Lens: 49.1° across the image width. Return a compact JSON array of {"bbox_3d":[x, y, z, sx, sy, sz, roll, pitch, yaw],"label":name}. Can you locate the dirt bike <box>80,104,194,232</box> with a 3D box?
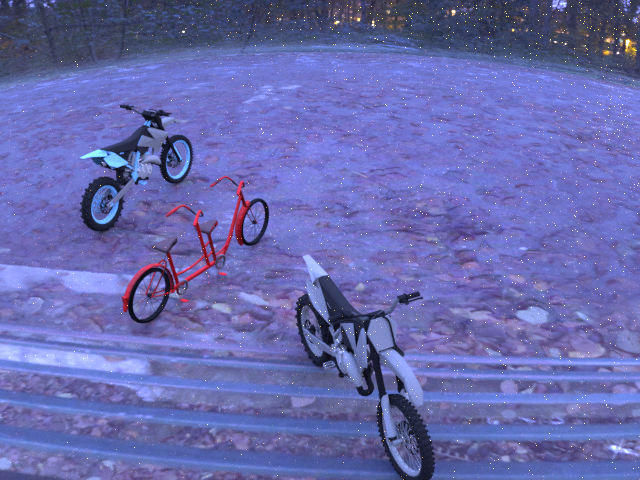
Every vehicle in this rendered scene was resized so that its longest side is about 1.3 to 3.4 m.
[{"bbox_3d":[-3.098,-1.363,11.966,1.024,1.666,2.903,14,33,23],"label":"dirt bike"}]

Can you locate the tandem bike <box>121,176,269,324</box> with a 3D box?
[{"bbox_3d":[-1.661,0.005,9.937,0.550,1.326,3.192,17,34,27],"label":"tandem bike"}]

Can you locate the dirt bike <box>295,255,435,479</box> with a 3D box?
[{"bbox_3d":[0.406,1.204,7.519,1.024,1.666,2.903,-14,33,-23],"label":"dirt bike"}]
